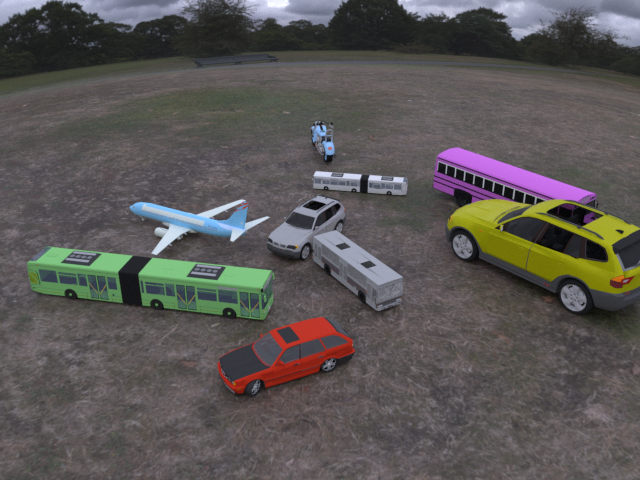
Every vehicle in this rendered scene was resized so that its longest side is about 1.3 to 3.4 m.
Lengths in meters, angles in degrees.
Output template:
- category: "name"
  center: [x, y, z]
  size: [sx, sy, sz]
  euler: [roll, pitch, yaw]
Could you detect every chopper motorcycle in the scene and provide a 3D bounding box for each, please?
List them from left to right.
- category: "chopper motorcycle"
  center: [0.038, -2.148, 14.543]
  size: [0.466, 0.761, 1.563]
  euler: [-6, 28, -11]

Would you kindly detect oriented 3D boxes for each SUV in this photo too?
- category: "SUV"
  center: [-0.193, -0.233, 11.033]
  size: [0.656, 0.580, 1.572]
  euler: [17, 32, 29]
- category: "SUV"
  center: [3.230, -0.010, 10.006]
  size: [1.276, 1.128, 3.058]
  euler: [-21, 34, -34]

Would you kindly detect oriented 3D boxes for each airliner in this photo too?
- category: "airliner"
  center: [-2.129, -0.469, 11.214]
  size: [2.541, 0.835, 2.257]
  euler: [15, 31, 27]

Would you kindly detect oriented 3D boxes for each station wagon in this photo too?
- category: "station wagon"
  center: [-0.400, 1.307, 8.170]
  size: [1.597, 0.473, 0.682]
  euler: [-13, 30, -24]

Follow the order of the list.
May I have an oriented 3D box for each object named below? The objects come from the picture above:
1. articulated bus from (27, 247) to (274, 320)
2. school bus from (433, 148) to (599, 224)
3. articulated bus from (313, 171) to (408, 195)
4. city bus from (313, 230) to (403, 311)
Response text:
- category: "articulated bus"
  center: [-2.291, 0.572, 9.496]
  size: [3.401, 0.561, 0.605]
  euler: [6, 28, 11]
- category: "school bus"
  center: [3.351, -0.684, 11.620]
  size: [0.709, 0.844, 3.322]
  euler: [-21, 34, -35]
- category: "articulated bus"
  center: [0.730, -1.048, 12.929]
  size: [1.749, 0.289, 0.311]
  euler: [5, 28, 10]
- category: "city bus"
  center: [0.499, 0.420, 9.901]
  size: [0.476, 0.460, 1.674]
  euler: [-16, 31, -28]
